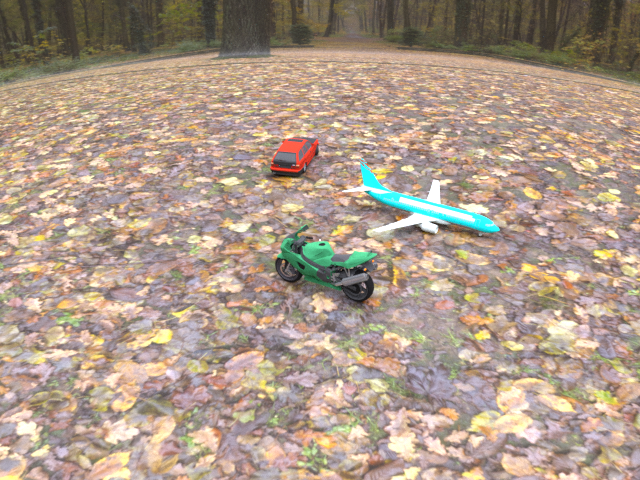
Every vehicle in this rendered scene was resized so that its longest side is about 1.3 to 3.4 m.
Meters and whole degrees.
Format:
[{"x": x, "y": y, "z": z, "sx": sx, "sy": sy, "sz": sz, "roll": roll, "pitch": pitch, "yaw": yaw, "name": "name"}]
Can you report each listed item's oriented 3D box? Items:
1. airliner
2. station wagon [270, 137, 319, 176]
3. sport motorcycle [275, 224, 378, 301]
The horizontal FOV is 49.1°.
[{"x": 1.687, "y": -0.681, "z": 11.259, "sx": 2.541, "sy": 0.835, "sz": 2.257, "roll": 17, "pitch": 33, "yaw": 28, "name": "airliner"}, {"x": -0.463, "y": -1.719, "z": 13.545, "sx": 0.682, "sy": 0.473, "sz": 1.597, "roll": 7, "pitch": 29, "yaw": 12, "name": "station wagon"}, {"x": 0.056, "y": 0.333, "z": 9.413, "sx": 1.520, "sy": 0.821, "sz": 0.506, "roll": 14, "pitch": 31, "yaw": 24, "name": "sport motorcycle"}]
